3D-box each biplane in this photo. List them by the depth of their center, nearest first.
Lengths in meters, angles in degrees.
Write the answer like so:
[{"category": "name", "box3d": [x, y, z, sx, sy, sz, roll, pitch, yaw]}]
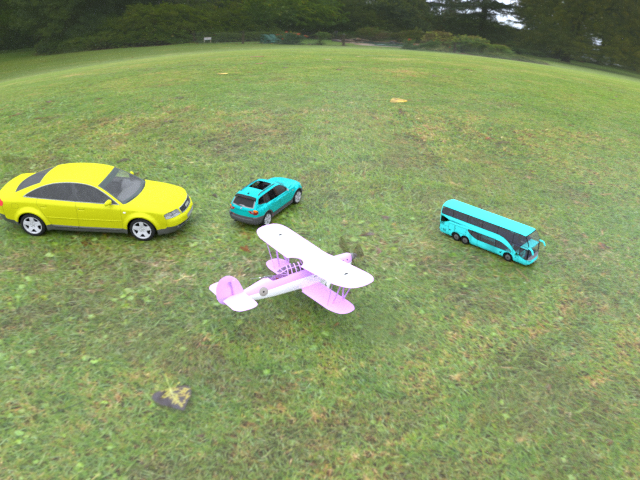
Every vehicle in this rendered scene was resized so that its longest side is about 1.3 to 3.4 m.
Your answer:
[{"category": "biplane", "box3d": [-0.409, 0.491, 9.324, 2.120, 0.981, 2.598, -17, 34, -27]}]

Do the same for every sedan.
[{"category": "sedan", "box3d": [-3.666, -0.707, 11.469, 3.137, 0.940, 1.235, 3, 30, 5]}]

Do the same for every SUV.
[{"category": "SUV", "box3d": [-0.901, -0.754, 11.916, 0.656, 0.580, 1.572, 16, 33, 25]}]

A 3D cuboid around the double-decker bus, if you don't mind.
[{"category": "double-decker bus", "box3d": [2.631, -0.119, 10.840, 1.672, 0.541, 0.389, 25, 38, 36]}]
